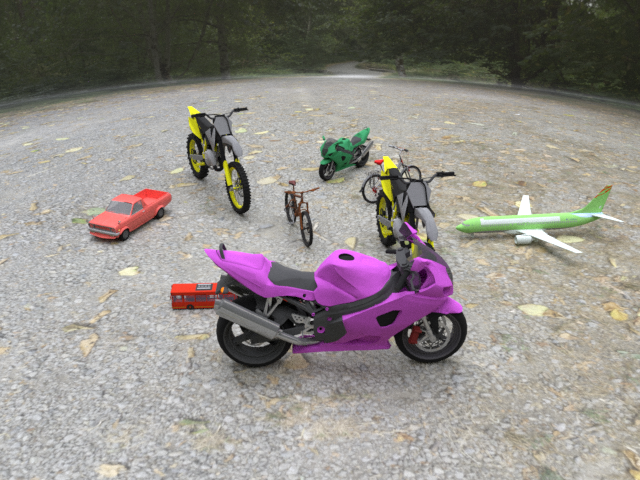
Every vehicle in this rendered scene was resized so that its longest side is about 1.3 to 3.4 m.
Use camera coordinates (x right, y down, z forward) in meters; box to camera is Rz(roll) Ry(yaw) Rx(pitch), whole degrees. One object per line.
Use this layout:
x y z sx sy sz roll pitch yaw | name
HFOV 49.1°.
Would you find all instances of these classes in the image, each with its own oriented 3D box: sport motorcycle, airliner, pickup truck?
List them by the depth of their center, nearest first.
0.225 0.720 7.913 2.955 1.596 0.983 -1 26 -1 | sport motorcycle
3.443 -0.452 11.233 2.541 0.835 2.257 -2 26 -5 | airliner
-3.155 -0.500 11.706 0.640 0.511 1.603 11 28 21 | pickup truck
0.496 -1.718 13.885 0.506 0.821 1.520 21 33 36 | sport motorcycle

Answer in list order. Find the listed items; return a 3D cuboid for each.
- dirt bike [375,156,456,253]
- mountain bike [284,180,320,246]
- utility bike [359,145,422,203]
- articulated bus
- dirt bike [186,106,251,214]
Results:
1.236 -0.272 9.897 1.024 1.666 2.903 -4 26 -9 | dirt bike
-0.358 -0.504 11.302 0.573 0.868 1.469 -8 27 -16 | mountain bike
1.267 -1.216 12.694 1.435 0.946 0.535 -16 30 -30 | utility bike
-1.126 0.736 9.390 1.749 0.289 0.311 -1 26 -3 | articulated bus
-1.886 -1.611 12.684 1.024 1.666 2.903 -13 29 -26 | dirt bike
